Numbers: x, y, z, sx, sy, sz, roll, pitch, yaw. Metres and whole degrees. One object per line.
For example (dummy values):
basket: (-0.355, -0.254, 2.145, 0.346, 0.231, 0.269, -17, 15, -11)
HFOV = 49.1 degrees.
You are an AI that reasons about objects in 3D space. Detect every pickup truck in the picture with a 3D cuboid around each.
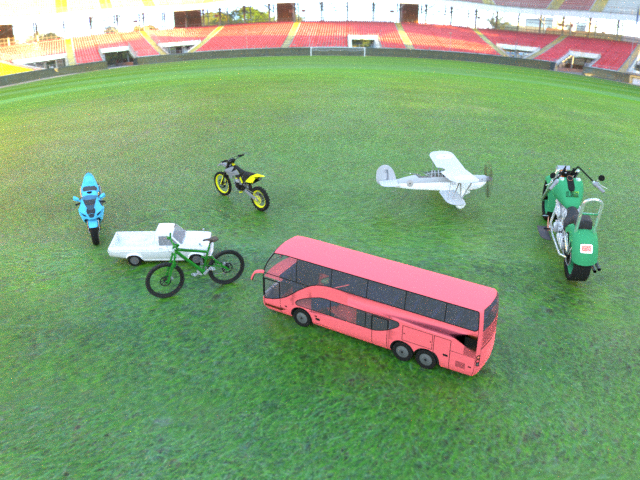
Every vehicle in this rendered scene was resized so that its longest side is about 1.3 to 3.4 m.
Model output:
pickup truck: (-2.501, 0.040, 11.058, 1.603, 0.511, 0.640, -1, 27, -2)

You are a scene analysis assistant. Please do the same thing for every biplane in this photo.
biplane: (2.069, -1.085, 12.721, 2.120, 0.981, 2.598, -1, 27, -1)

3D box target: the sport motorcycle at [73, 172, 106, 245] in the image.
sport motorcycle: (-3.855, -0.540, 11.842, 0.506, 0.821, 1.520, -8, 28, -15)

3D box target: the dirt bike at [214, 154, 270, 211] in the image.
dirt bike: (-1.466, -1.074, 12.835, 1.493, 0.857, 0.527, 23, 35, 37)

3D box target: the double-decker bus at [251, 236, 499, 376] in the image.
double-decker bus: (0.644, 0.771, 9.057, 3.251, 1.052, 0.756, 15, 31, 27)

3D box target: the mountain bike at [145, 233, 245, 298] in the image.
mountain bike: (-1.794, 0.349, 10.073, 1.469, 0.868, 0.573, -12, 30, -22)

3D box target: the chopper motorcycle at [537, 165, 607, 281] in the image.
chopper motorcycle: (3.940, -0.531, 11.107, 0.906, 1.480, 3.040, 4, 28, 7)
